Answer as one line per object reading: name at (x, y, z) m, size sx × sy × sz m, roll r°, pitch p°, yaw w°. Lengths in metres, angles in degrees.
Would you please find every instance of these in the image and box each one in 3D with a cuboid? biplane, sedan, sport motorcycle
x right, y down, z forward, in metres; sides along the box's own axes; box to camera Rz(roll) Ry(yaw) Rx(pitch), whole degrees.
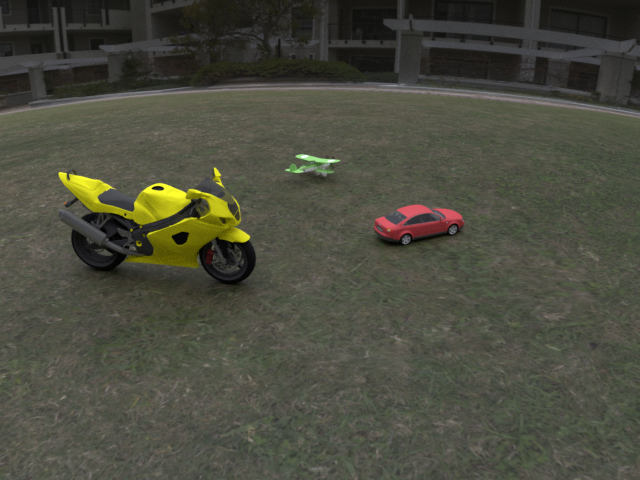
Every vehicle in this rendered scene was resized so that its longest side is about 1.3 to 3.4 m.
biplane at (-0.185, -1.493, 14.262) m, size 1.090 × 0.504 × 1.336 m, roll -18°, pitch 31°, yaw -34°
sedan at (1.687, -0.323, 11.762) m, size 1.613 × 0.483 × 0.635 m, roll -11°, pitch 27°, yaw -22°
sport motorcycle at (-2.362, -0.204, 10.183) m, size 2.955 × 1.596 × 0.983 m, roll 6°, pitch 25°, yaw 12°
